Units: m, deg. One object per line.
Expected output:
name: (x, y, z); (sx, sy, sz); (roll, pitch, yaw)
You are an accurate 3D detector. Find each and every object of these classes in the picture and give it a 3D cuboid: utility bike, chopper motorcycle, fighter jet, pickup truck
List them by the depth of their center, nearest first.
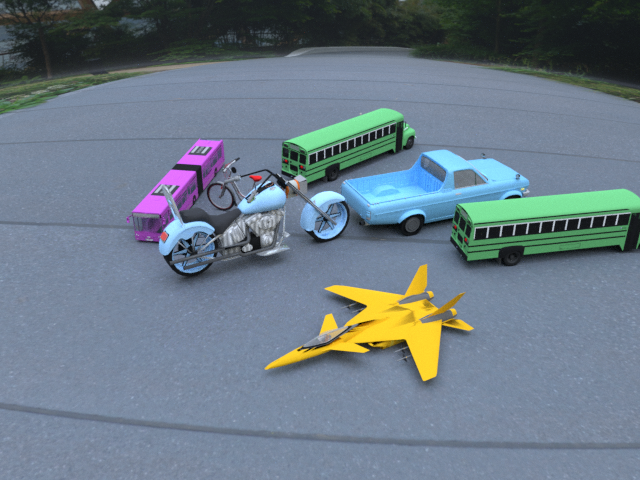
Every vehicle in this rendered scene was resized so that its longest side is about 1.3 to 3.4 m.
fighter jet: (0.509, 1.026, 8.561); (2.640, 0.557, 2.229); (-15, 32, -26)
chopper motorcycle: (-0.887, -0.393, 10.219); (3.040, 1.480, 0.906); (-16, 32, -27)
utility bike: (-1.285, -0.809, 11.552); (1.435, 0.946, 0.535); (11, 30, 20)
pickup truck: (1.939, -0.892, 11.657); (3.117, 0.993, 1.244); (-11, 30, -20)

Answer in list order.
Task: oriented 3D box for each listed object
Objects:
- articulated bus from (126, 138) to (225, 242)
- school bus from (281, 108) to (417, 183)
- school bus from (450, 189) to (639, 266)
articulated bus: (-2.390, -0.963, 12.242); (0.605, 0.561, 3.401); (5, 29, 8)
school bus: (0.677, -1.897, 13.675); (0.709, 0.844, 3.322); (25, 37, 38)
school bus: (3.670, -0.222, 10.572); (3.322, 0.844, 0.709); (-6, 29, -10)
